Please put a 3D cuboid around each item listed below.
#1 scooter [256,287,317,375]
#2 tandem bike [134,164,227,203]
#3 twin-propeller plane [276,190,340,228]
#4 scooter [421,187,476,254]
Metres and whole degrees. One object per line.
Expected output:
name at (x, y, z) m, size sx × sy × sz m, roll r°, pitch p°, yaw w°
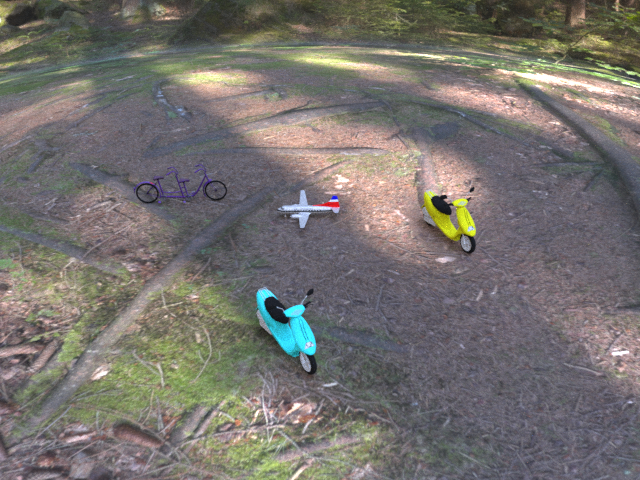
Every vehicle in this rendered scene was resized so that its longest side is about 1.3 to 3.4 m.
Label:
scooter at (-0.439, 1.010, 8.797) m, size 0.662 × 0.919 × 1.399 m, roll -19°, pitch 35°, yaw -28°
tandem bike at (-2.480, -0.978, 12.396) m, size 1.642 × 0.682 × 0.283 m, roll -3°, pitch 31°, yaw -4°
twin-propeller plane at (-0.206, -0.572, 11.979) m, size 1.095 × 0.407 × 1.370 m, roll 0°, pitch 31°, yaw -1°
scooter at (2.073, -0.440, 11.253) m, size 0.662 × 0.919 × 1.399 m, roll -15°, pitch 34°, yaw -24°
